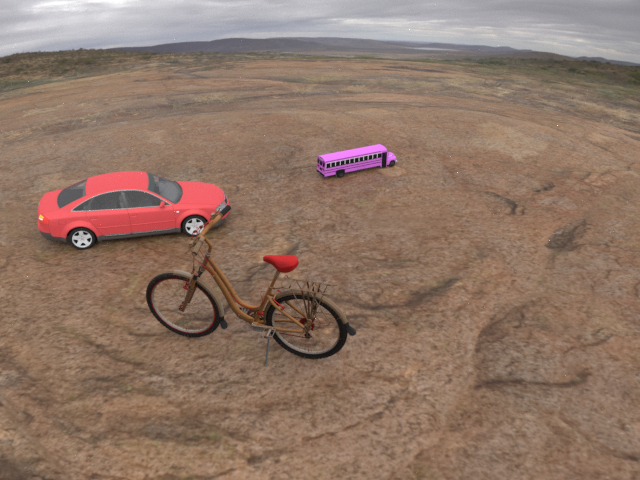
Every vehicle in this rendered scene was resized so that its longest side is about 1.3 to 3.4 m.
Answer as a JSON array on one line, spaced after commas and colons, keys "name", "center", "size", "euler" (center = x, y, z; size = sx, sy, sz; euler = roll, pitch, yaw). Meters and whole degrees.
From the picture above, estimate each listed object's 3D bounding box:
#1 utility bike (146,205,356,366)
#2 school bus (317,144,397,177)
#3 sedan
[{"name": "utility bike", "center": [-0.937, 0.657, 8.494], "size": [2.791, 1.839, 1.039], "euler": [8, 30, 14]}, {"name": "school bus", "center": [0.768, -1.599, 14.046], "size": [1.708, 0.434, 0.365], "euler": [-14, 32, -23]}, {"name": "sedan", "center": [-3.094, -0.618, 11.740], "size": [3.137, 0.940, 1.235], "euler": [-7, 30, -12]}]
